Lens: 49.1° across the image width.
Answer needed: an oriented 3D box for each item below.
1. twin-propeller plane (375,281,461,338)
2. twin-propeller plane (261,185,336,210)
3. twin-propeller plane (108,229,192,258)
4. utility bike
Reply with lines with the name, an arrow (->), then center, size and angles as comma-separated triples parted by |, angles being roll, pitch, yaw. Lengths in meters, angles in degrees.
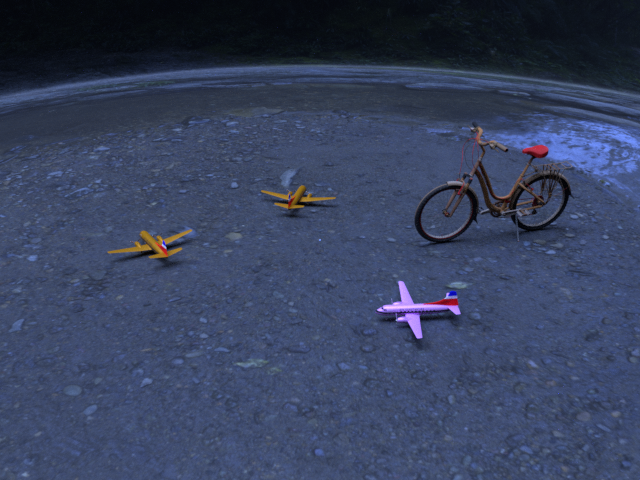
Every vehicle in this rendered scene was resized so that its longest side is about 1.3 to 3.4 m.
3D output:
twin-propeller plane -> 1.261, 0.853, 9.094 | 1.095, 0.407, 1.370 | -2, 27, -3
twin-propeller plane -> -0.411, -0.793, 12.328 | 1.370, 0.407, 1.095 | 6, 28, 12
twin-propeller plane -> -2.552, 0.023, 10.724 | 1.370, 0.407, 1.095 | -17, 32, -30
utility bike -> 2.826, -0.823, 10.809 | 2.791, 1.839, 1.039 | -7, 28, -14
